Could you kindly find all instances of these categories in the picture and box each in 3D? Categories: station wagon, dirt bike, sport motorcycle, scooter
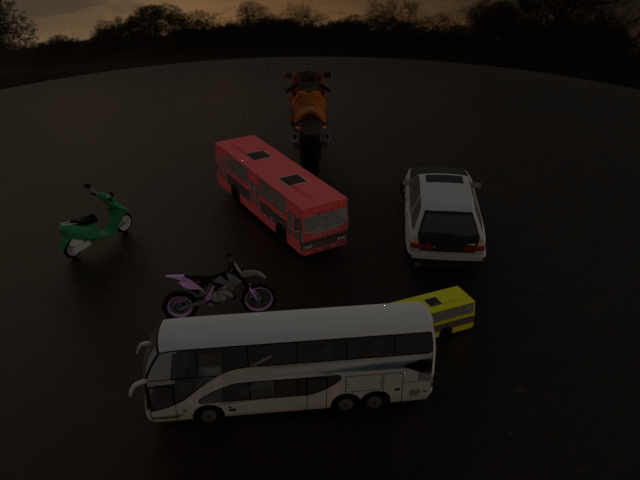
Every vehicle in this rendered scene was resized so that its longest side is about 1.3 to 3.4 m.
[{"bbox_3d":[1.976,-0.605,11.338,1.327,0.920,3.105,3,29,5],"label":"station wagon"},{"bbox_3d":[-1.315,0.646,9.101,1.493,0.857,0.527,-4,29,-8],"label":"dirt bike"},{"bbox_3d":[-0.214,-2.340,13.826,0.983,1.596,2.955,-1,29,-2],"label":"sport motorcycle"},{"bbox_3d":[-3.483,-0.332,10.837,0.662,0.919,1.399,18,33,30],"label":"scooter"}]

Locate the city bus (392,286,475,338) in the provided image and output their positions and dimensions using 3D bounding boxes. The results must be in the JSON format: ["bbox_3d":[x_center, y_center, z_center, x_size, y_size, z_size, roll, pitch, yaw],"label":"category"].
[{"bbox_3d":[1.125,1.040,8.791,1.674,0.460,0.476,-12,31,-21],"label":"city bus"}]

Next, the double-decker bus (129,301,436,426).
[{"bbox_3d":[-0.381,1.333,7.630,3.251,1.052,0.756,-3,29,-6],"label":"double-decker bus"}]

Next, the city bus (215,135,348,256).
[{"bbox_3d":[-0.734,-0.802,11.729,0.926,0.894,3.255,-16,32,-27],"label":"city bus"}]
